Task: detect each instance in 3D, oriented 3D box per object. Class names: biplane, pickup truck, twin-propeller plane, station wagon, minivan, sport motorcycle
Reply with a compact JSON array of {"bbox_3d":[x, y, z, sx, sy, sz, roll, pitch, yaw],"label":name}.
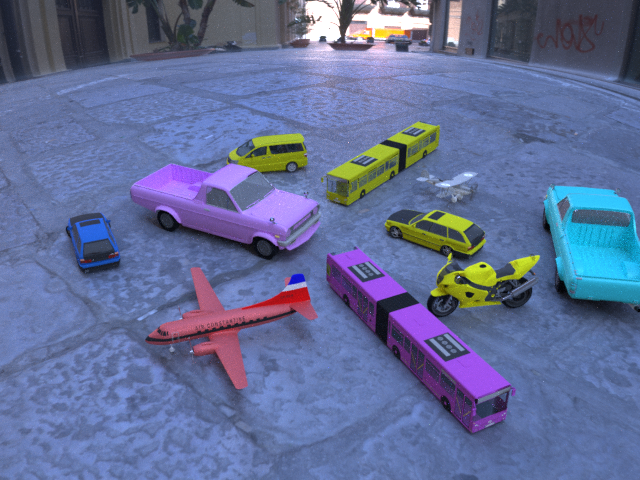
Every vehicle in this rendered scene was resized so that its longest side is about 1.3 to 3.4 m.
[{"bbox_3d":[2.262,-0.983,12.390,1.090,0.504,1.336,20,35,32],"label":"biplane"},{"bbox_3d":[4.048,-0.075,10.285,1.244,0.993,3.117,5,30,9],"label":"pickup truck"},{"bbox_3d":[-1.121,0.918,8.731,2.129,0.792,2.663,-10,31,-17],"label":"twin-propeller plane"},{"bbox_3d":[-1.546,-0.647,11.298,3.117,0.993,1.244,15,33,25],"label":"pickup truck"},{"bbox_3d":[-3.522,-0.074,10.812,0.682,0.473,1.597,-13,32,-21],"label":"station wagon"},{"bbox_3d":[-1.026,-1.651,13.459,1.548,0.616,0.681,-7,30,-12],"label":"minivan"},{"bbox_3d":[1.789,-0.190,11.017,1.597,0.473,0.682,21,36,32],"label":"station wagon"},{"bbox_3d":[2.153,0.601,9.263,1.520,0.821,0.506,-6,30,-11],"label":"sport motorcycle"}]

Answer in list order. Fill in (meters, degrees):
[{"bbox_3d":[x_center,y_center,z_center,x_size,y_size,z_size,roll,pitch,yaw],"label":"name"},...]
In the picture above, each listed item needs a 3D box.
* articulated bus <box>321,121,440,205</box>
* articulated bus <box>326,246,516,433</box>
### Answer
[{"bbox_3d":[1.263,-1.525,13.290,0.605,0.561,3.401,20,35,31],"label":"articulated bus"},{"bbox_3d":[1.064,1.077,8.684,0.605,0.561,3.401,-14,32,-23],"label":"articulated bus"}]
